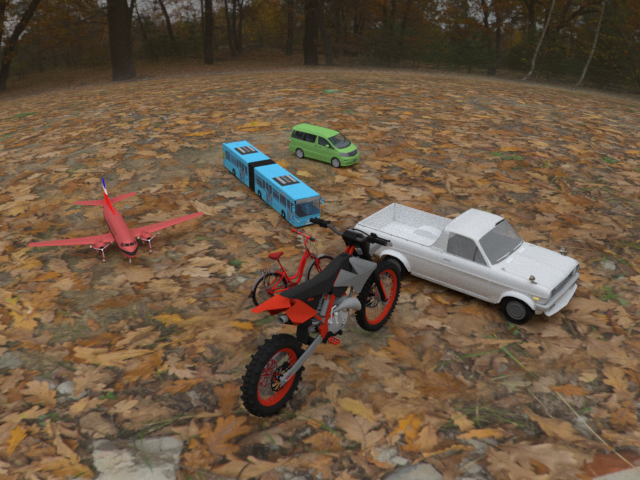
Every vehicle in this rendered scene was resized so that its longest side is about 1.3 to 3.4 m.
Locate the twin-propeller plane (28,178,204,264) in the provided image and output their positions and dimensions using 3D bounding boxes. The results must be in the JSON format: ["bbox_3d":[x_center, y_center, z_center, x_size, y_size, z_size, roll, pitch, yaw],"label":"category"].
[{"bbox_3d":[-3.174,-0.308,10.943,2.663,0.792,2.129,-12,29,-23],"label":"twin-propeller plane"}]

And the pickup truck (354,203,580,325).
[{"bbox_3d":[1.991,0.128,9.830,3.117,0.993,1.244,20,32,34],"label":"pickup truck"}]

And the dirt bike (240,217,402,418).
[{"bbox_3d":[0.117,0.720,7.867,1.024,1.666,2.903,19,32,33],"label":"dirt bike"}]

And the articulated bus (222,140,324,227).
[{"bbox_3d":[-0.966,-1.112,12.836,0.605,0.561,3.401,-13,29,-25],"label":"articulated bus"}]

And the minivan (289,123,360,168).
[{"bbox_3d":[0.092,-1.969,14.514,1.548,0.616,0.681,19,32,33],"label":"minivan"}]

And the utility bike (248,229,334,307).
[{"bbox_3d":[-0.369,0.372,9.389,1.435,0.946,0.535,-17,31,-30],"label":"utility bike"}]
